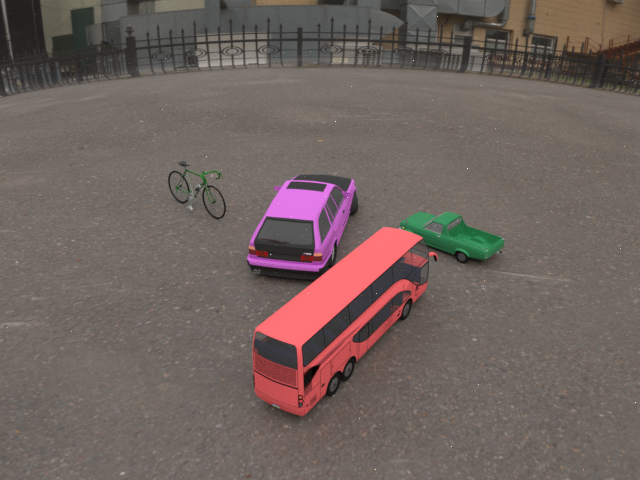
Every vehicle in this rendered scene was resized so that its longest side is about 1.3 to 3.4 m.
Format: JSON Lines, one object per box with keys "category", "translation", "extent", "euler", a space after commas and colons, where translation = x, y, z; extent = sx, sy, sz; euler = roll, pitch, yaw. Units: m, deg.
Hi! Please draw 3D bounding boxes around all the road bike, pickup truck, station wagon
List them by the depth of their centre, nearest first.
{"category": "pickup truck", "translation": [2.012, -0.105, 10.798], "extent": [1.603, 0.511, 0.640], "euler": [22, 35, 36]}
{"category": "station wagon", "translation": [-0.186, -0.461, 11.037], "extent": [1.327, 0.920, 3.105], "euler": [6, 28, 11]}
{"category": "road bike", "translation": [-2.126, -0.893, 11.939], "extent": [1.545, 0.852, 0.358], "euler": [23, 35, 37]}

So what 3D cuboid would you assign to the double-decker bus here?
{"category": "double-decker bus", "translation": [0.401, 0.815, 8.452], "extent": [0.756, 1.052, 3.251], "euler": [17, 32, 29]}
